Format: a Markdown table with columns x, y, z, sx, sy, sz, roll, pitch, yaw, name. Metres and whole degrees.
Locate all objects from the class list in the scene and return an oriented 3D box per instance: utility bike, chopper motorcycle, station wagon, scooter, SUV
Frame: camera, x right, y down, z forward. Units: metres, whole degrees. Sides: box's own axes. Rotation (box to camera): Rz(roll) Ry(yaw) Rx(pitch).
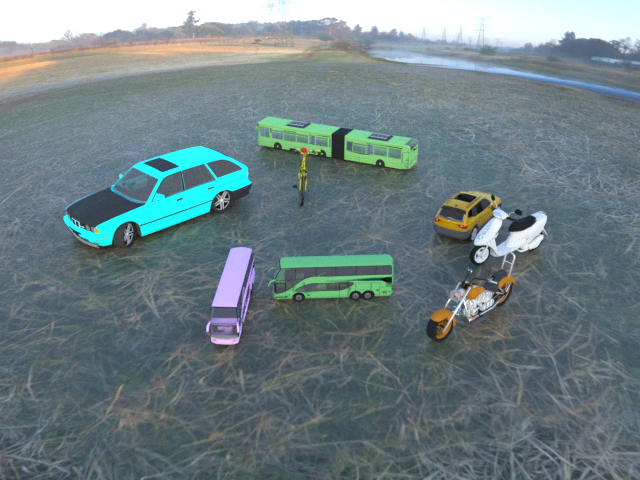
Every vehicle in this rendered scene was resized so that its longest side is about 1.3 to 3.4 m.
| x | y | z | sx | sy | sz | roll | pitch | yaw | name |
| --- | --- | --- | --- | --- | --- | --- | --- | --- | --- |
| -0.262 | -1.223 | 12.263 | 0.535 | 0.946 | 1.435 | -1 | 27 | -2 | utility bike |
| 1.912 | 0.697 | 8.740 | 1.563 | 0.761 | 0.466 | -21 | 34 | -35 | chopper motorcycle |
| -2.620 | -0.798 | 11.465 | 1.327 | 0.920 | 3.105 | 24 | 36 | 39 | station wagon |
| 2.792 | -0.161 | 10.232 | 1.399 | 0.919 | 0.662 | -13 | 30 | -23 | scooter |
| 2.388 | -0.489 | 11.237 | 0.656 | 0.580 | 1.572 | 18 | 32 | 30 | SUV |

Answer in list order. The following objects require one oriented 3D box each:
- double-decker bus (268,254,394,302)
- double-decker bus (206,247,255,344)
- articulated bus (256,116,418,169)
| x | y | z | sx | sy | sz | roll | pitch | yaw | name |
| --- | --- | --- | --- | --- | --- | --- | --- | --- | --- |
| 0.144 | 0.501 | 9.360 | 1.672 | 0.541 | 0.389 | -1 | 27 | -3 | double-decker bus |
| -1.105 | 0.703 | 8.968 | 0.389 | 0.541 | 1.672 | 1 | 27 | 2 | double-decker bus |
| 0.286 | -1.977 | 14.144 | 3.401 | 0.561 | 0.605 | 13 | 30 | 23 | articulated bus |
